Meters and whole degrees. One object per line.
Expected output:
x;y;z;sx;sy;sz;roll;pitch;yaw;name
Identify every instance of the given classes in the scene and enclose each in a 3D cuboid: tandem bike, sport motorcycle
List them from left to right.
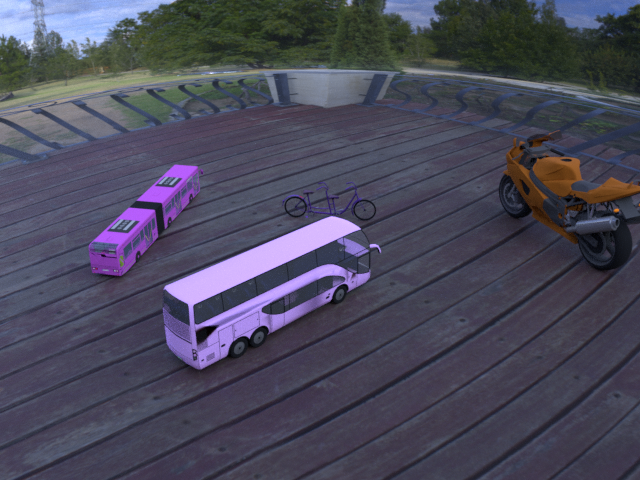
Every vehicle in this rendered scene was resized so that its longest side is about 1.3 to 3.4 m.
0.155;-0.674;12.109;1.642;0.682;0.283;3;27;6;tandem bike
3.872;-0.699;11.159;0.983;1.596;2.955;-12;30;-22;sport motorcycle

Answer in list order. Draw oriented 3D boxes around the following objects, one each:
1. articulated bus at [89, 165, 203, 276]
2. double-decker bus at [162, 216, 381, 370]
-2.826;-0.432;11.771;0.605;0.561;3.401;5;28;10;articulated bus
-0.545;0.582;9.264;3.251;1.052;0.756;-24;36;-38;double-decker bus
